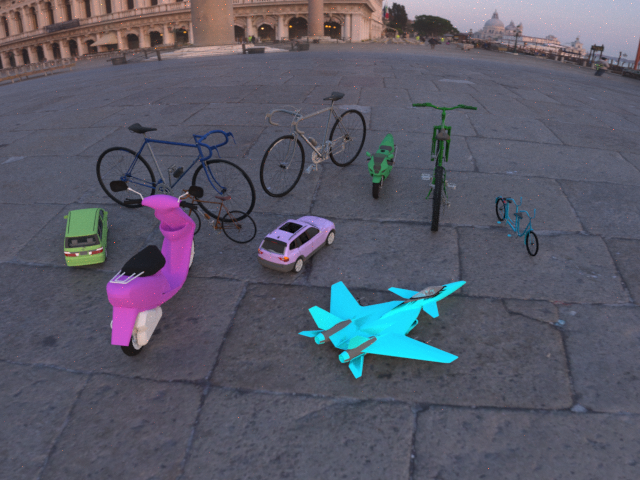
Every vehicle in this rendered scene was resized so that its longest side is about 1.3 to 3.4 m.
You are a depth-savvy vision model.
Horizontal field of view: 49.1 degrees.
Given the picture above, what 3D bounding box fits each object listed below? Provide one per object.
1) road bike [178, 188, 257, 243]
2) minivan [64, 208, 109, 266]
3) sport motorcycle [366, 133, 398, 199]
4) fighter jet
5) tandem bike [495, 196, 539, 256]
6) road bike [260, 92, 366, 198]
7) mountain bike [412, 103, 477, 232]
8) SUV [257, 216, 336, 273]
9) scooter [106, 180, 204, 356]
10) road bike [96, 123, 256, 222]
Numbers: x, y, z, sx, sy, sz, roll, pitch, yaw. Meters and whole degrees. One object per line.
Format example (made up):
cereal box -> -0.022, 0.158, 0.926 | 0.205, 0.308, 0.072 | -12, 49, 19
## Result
road bike -> -1.760, -0.372, 11.263 | 1.545, 0.852, 0.358 | 7, 30, 12
minivan -> -3.714, -0.158, 11.124 | 0.681, 0.616, 1.548 | -7, 30, -12
sport motorcycle -> 1.168, -1.394, 13.098 | 0.506, 0.821, 1.520 | 7, 30, 12
fighter jet -> 1.095, 0.866, 9.376 | 2.640, 0.557, 2.229 | -22, 36, -33
tandem bike -> 3.208, -0.362, 11.416 | 0.283, 0.682, 1.642 | -5, 30, -9
road bike -> -0.060, -1.881, 13.110 | 0.696, 1.656, 3.004 | 23, 37, 35
mountain bike -> 2.087, -1.369, 12.174 | 1.114, 1.688, 2.857 | 5, 30, 8
SUV -> -0.346, -0.031, 10.935 | 0.656, 0.580, 1.572 | 16, 33, 26
scooter -> -2.190, 0.190, 9.321 | 1.288, 1.786, 2.721 | 4, 30, 8
road bike -> -2.501, -1.163, 11.843 | 3.004, 1.656, 0.697 | 9, 31, 15
